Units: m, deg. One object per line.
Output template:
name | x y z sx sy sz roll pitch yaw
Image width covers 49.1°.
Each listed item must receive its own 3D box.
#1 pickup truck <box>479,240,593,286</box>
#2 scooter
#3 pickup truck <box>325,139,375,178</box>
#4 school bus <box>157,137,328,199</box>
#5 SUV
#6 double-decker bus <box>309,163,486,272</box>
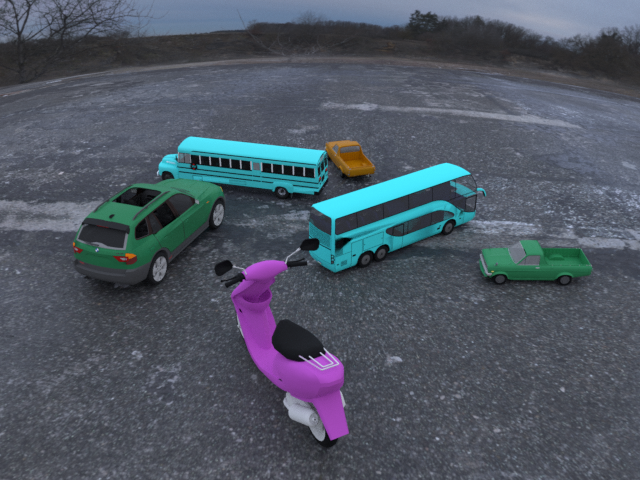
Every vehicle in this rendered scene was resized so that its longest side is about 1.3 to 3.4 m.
pickup truck | 3.247 0.312 10.579 1.603 0.511 0.640 1 29 1
scooter | -0.433 1.024 7.998 1.288 1.786 2.721 -15 32 -24
pickup truck | 0.589 -1.690 14.159 0.640 0.511 1.603 -8 30 -14
school bus | -1.522 -1.402 13.302 3.322 0.844 0.709 8 30 14
SUV | -2.631 -0.356 11.141 1.276 1.128 3.058 10 31 18
double-decker bus | 1.291 -0.431 11.351 3.251 1.052 0.756 -19 35 -31
